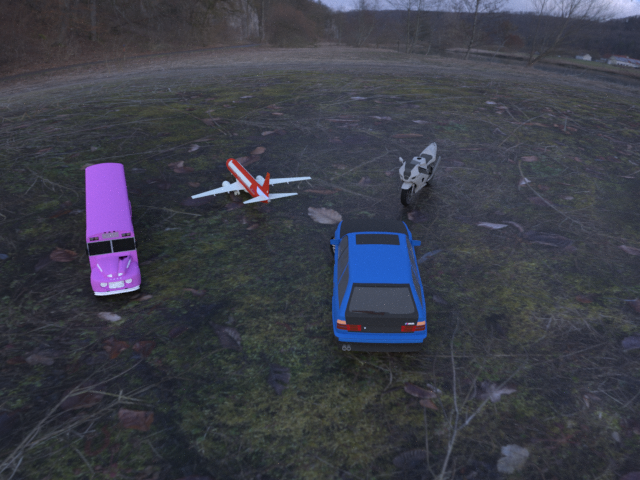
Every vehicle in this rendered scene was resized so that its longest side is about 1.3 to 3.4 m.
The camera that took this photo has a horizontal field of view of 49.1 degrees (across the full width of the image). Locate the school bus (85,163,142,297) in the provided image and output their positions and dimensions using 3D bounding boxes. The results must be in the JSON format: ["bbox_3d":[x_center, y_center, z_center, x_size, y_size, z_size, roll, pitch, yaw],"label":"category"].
[{"bbox_3d":[-3.257,-0.235,10.892,0.709,0.844,3.322,-8,29,-15],"label":"school bus"}]

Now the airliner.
[{"bbox_3d":[-1.327,-1.241,12.832,2.257,0.835,2.541,-11,30,-21],"label":"airliner"}]

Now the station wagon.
[{"bbox_3d":[0.776,0.356,9.676,1.327,0.920,3.105,1,28,1],"label":"station wagon"}]

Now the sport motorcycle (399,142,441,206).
[{"bbox_3d":[1.807,-1.216,12.799,0.506,0.821,1.520,14,31,25],"label":"sport motorcycle"}]
